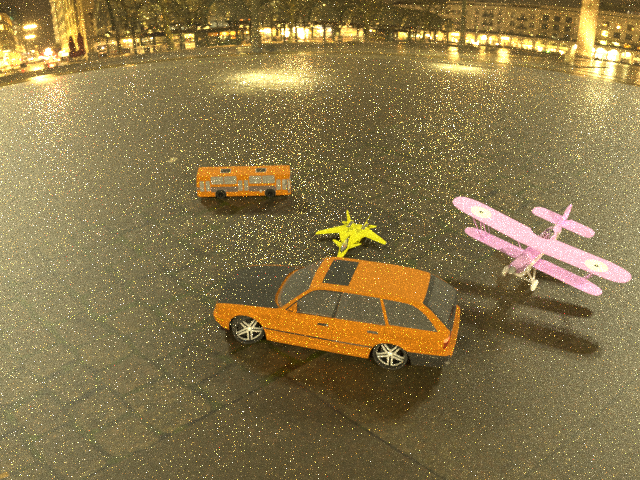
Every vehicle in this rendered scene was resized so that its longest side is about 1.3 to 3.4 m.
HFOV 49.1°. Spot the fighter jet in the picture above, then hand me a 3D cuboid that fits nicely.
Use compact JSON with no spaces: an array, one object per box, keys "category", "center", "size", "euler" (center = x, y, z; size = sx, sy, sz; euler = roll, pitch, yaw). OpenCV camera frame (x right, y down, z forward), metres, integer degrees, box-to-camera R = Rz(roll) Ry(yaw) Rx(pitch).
[{"category":"fighter jet","center":[0.452,-0.043,10.998],"size":[1.147,0.286,1.358],"euler":[9,30,15]}]

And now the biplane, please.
[{"category":"biplane","center":[3.205,0.081,10.057],"size":[2.598,0.981,2.120],"euler":[21,35,33]}]

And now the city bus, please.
[{"category":"city bus","center":[-1.362,-1.042,12.620],"size":[1.674,0.460,0.476],"euler":[-2,29,-3]}]

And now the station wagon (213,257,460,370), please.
[{"category":"station wagon","center":[0.193,0.776,8.865],"size":[3.105,0.920,1.327],"euler":[8,30,14]}]
